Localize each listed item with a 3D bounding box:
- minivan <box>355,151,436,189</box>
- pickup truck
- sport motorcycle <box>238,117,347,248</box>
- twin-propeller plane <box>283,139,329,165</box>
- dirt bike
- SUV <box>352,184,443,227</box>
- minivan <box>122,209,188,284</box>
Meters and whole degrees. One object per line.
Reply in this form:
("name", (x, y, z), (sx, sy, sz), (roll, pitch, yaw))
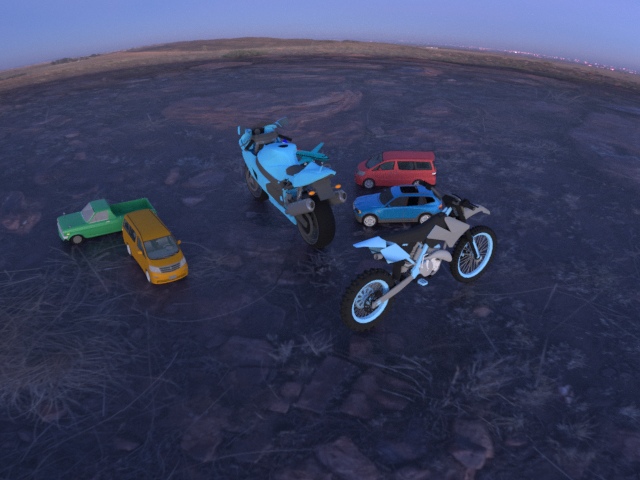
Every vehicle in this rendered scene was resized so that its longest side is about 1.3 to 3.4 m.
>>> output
("minivan", (1.450, -1.367, 13.466), (1.548, 0.616, 0.681), (2, 29, 3))
("pickup truck", (-3.606, -0.396, 11.835), (1.603, 0.511, 0.640), (-14, 32, -24))
("sport motorcycle", (-0.579, -1.017, 11.834), (0.983, 1.596, 2.955), (-16, 33, -27))
("twin-propeller plane", (-0.311, -1.823, 14.494), (1.095, 0.407, 1.370), (12, 31, 21))
("dirt bike", (1.448, 0.173, 9.632), (2.903, 1.666, 1.024), (-19, 35, -31))
("SUV", (1.350, -0.625, 12.174), (1.572, 0.580, 0.656), (-1, 29, -2))
("minivan", (-2.578, 0.088, 10.863), (0.681, 0.616, 1.548), (-16, 33, -27))
